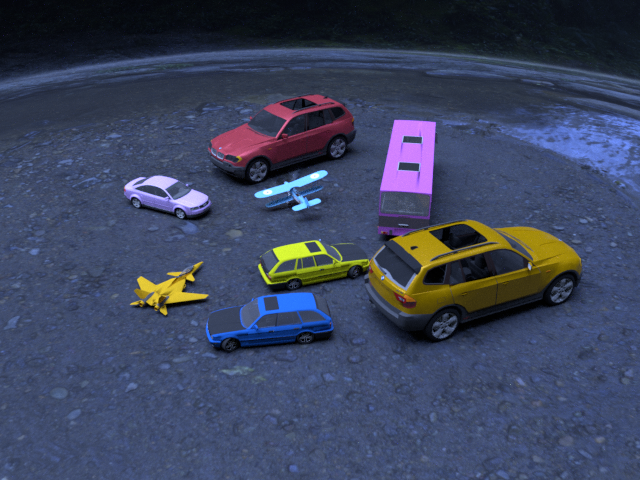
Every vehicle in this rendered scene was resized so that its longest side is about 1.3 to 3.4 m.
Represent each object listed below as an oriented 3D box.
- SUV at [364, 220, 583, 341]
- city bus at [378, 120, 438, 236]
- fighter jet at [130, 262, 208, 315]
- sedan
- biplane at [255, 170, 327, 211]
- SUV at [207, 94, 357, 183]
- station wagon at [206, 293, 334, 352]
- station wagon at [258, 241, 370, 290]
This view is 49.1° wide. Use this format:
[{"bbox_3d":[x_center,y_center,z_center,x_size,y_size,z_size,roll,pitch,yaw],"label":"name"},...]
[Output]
[{"bbox_3d":[2.106,0.341,9.378,3.058,1.128,1.276,-13,32,-22],"label":"SUV"},{"bbox_3d":[1.558,-1.113,12.203,0.926,0.894,3.255,5,30,8],"label":"city bus"},{"bbox_3d":[-2.028,0.551,9.864,1.147,0.286,1.358,13,32,21],"label":"fighter jet"},{"bbox_3d":[-2.627,-0.787,12.042,1.613,0.483,0.635,14,32,23],"label":"sedan"},{"bbox_3d":[-0.422,-0.766,11.983,1.336,0.504,1.090,-13,32,-21],"label":"biplane"},{"bbox_3d":[-0.711,-2.069,13.664,3.058,1.128,1.276,-21,35,-32],"label":"SUV"},{"bbox_3d":[-0.647,0.996,8.882,1.597,0.473,0.682,-5,30,-8],"label":"station wagon"},{"bbox_3d":[-0.069,0.296,10.126,1.597,0.473,0.682,-10,31,-17],"label":"station wagon"}]
